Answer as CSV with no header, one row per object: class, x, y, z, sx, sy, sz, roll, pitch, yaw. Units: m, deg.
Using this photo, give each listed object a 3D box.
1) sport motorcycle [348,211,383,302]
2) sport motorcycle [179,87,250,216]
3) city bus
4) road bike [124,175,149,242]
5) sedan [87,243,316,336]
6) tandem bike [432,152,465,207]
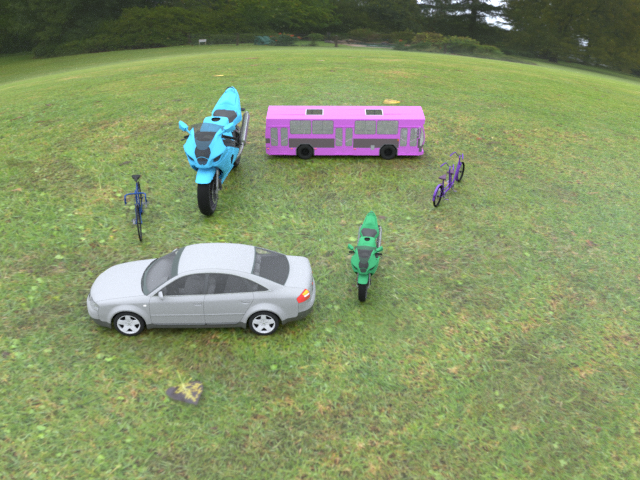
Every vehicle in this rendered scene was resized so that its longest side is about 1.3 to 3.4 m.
sport motorcycle,0.694,0.233,10.394,0.506,0.821,1.520,4,30,7
sport motorcycle,-1.869,-1.698,12.957,0.983,1.596,2.955,2,30,4
city bus,0.513,-2.240,14.596,3.255,0.894,0.926,0,30,0
road bike,-3.066,-0.613,11.826,0.358,0.852,1.545,-6,31,-10
sedan,-1.629,0.601,9.639,3.137,0.940,1.235,0,30,-1
tandem bike,2.401,-1.162,12.945,0.283,0.682,1.642,16,34,25
